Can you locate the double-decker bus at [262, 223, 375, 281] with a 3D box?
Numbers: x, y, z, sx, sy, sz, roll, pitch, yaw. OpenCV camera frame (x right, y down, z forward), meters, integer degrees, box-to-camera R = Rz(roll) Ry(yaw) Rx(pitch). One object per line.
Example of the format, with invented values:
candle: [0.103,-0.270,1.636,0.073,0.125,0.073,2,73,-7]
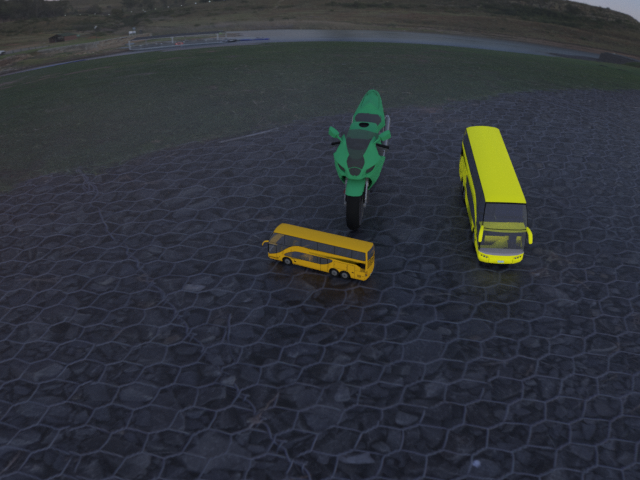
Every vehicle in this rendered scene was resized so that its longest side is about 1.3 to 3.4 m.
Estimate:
double-decker bus: [-0.022,0.161,10.288,1.672,0.541,0.389,13,33,20]

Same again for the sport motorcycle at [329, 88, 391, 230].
sport motorcycle: [0.737,-1.433,11.929,0.983,1.596,2.955,5,31,8]

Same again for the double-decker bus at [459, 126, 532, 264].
double-decker bus: [2.767,-0.786,11.376,0.756,1.052,3.251,2,31,4]
